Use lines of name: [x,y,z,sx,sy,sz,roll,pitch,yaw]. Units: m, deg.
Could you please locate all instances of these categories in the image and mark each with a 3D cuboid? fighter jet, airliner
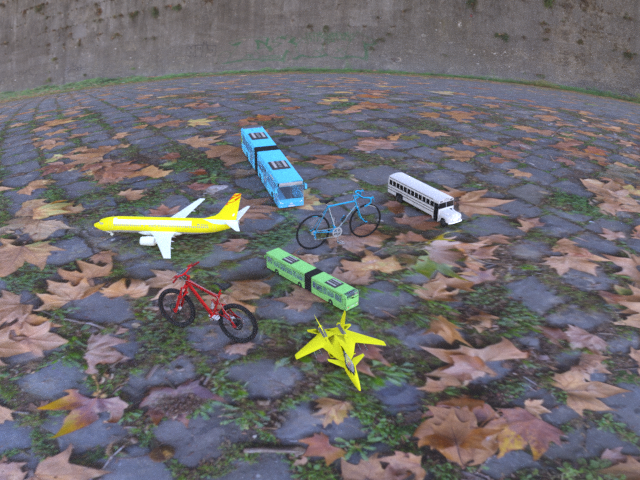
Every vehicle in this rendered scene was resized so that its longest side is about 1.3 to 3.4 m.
fighter jet: [0.285,1.339,8.496,1.147,0.286,1.358,-7,27,-13]
airliner: [-2.468,-0.408,11.364,2.541,0.835,2.257,2,27,4]

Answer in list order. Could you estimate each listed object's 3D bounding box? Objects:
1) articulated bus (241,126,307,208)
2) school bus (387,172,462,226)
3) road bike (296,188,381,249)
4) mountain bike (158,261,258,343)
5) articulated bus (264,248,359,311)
articulated bus: [-1.001,-1.512,13.870,0.605,0.561,3.401,-8,28,-15]
school bus: [1.858,-0.737,12.467,0.365,0.434,1.708,-16,31,-29]
road bike: [0.315,-0.333,11.198,1.545,0.852,0.358,-13,29,-24]
mountain bike: [-1.446,0.824,8.875,1.469,0.868,0.573,11,29,21]
articulated bus: [-0.147,0.545,10.077,0.311,0.289,1.749,-22,34,-37]
